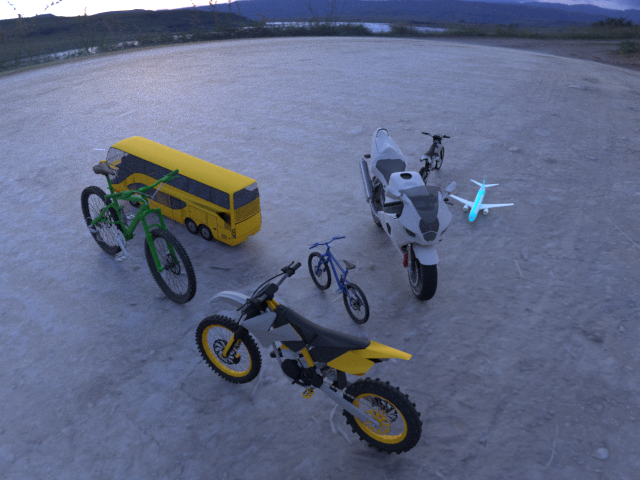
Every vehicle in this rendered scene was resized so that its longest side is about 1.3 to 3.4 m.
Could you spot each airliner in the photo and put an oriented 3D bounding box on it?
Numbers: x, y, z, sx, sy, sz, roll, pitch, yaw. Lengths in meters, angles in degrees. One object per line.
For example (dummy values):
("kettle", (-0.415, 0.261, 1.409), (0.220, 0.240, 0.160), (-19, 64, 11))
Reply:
("airliner", (2.697, -0.724, 11.911), (1.161, 0.429, 1.307), (11, 33, 18))

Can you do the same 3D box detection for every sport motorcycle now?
("sport motorcycle", (1.215, -0.443, 10.333), (0.983, 1.596, 2.955), (-5, 32, -9))

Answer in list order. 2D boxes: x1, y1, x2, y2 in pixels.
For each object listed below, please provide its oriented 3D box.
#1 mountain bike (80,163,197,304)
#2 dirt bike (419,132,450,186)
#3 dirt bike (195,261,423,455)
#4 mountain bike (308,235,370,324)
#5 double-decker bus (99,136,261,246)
("mountain bike", (-2.667, -0.222, 9.883), (1.114, 1.688, 2.857), (-27, 41, -37))
("dirt bike", (2.021, -1.468, 12.719), (0.527, 0.857, 1.493), (14, 34, 21))
("dirt bike", (-0.227, 1.242, 7.508), (2.903, 1.666, 1.024), (18, 36, 26))
("mountain bike", (0.236, 0.506, 9.479), (0.573, 0.868, 1.469), (-18, 36, -27))
("double-decker bus", (-2.353, -0.880, 11.570), (3.251, 1.052, 0.756), (22, 38, 32))
